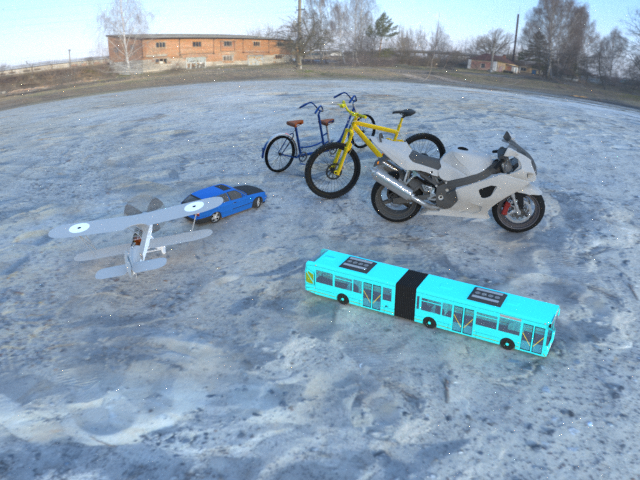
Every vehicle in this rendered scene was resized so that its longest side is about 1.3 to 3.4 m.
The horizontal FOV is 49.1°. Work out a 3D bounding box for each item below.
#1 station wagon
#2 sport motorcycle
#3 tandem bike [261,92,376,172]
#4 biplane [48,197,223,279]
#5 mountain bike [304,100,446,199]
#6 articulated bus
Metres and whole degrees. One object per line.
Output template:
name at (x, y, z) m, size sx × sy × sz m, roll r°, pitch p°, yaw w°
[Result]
station wagon at (-1.693, -0.731, 12.474) m, size 1.597 × 0.473 × 0.682 m, roll -22°, pitch 34°, yaw -38°
sport motorcycle at (2.262, -0.959, 11.653) m, size 2.955 × 1.596 × 0.983 m, roll 5°, pitch 26°, yaw 11°
tandem bike at (0.045, -2.322, 14.795) m, size 3.192 × 1.326 × 0.550 m, roll -21°, pitch 32°, yaw -36°
biplane at (-2.701, 0.044, 10.279) m, size 2.598 × 0.981 × 2.120 m, roll -3°, pitch 26°, yaw -6°
mountain bike at (1.075, -1.672, 13.027) m, size 2.857 × 1.688 × 1.114 m, roll -8°, pitch 27°, yaw -17°
articulated bus at (1.388, 0.777, 9.239) m, size 3.401 × 0.561 × 0.605 m, roll 13°, pitch 29°, yaw 26°
